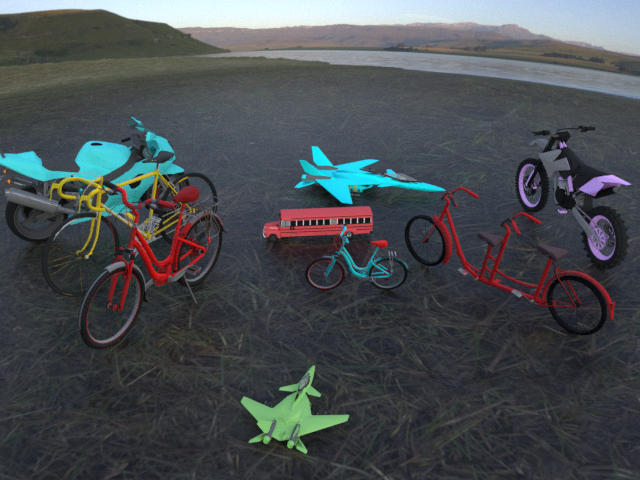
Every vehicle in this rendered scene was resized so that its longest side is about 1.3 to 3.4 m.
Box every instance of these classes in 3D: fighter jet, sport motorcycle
[{"bbox_3d":[-0.240,1.633,7.300,1.147,0.286,1.358,7,27,13],"label":"fighter jet"},{"bbox_3d":[0.962,-1.195,12.672,2.640,0.557,2.229,7,27,14],"label":"fighter jet"},{"bbox_3d":[-3.480,-0.925,10.965,2.955,1.596,0.983,-14,30,-27],"label":"sport motorcycle"}]

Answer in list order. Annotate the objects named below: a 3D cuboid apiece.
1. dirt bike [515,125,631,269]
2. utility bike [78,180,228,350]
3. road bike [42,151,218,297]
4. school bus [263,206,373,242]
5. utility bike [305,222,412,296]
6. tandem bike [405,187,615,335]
[{"bbox_3d":[3.771,-0.805,10.646,1.024,1.666,2.903,-7,27,-13],"label":"dirt bike"},{"bbox_3d":[-1.907,0.106,8.624,1.039,1.839,2.791,13,29,25],"label":"utility bike"},{"bbox_3d":[-2.543,-0.345,9.735,0.696,1.656,3.004,20,33,34],"label":"road bike"},{"bbox_3d":[-0.037,-0.260,10.933,1.708,0.434,0.365,-2,27,-5],"label":"school bus"},{"bbox_3d":[0.518,0.297,9.243,1.435,0.946,0.535,0,26,-1],"label":"utility bike"},{"bbox_3d":[2.321,0.168,9.075,0.550,1.326,3.192,-22,34,-37],"label":"tandem bike"}]
